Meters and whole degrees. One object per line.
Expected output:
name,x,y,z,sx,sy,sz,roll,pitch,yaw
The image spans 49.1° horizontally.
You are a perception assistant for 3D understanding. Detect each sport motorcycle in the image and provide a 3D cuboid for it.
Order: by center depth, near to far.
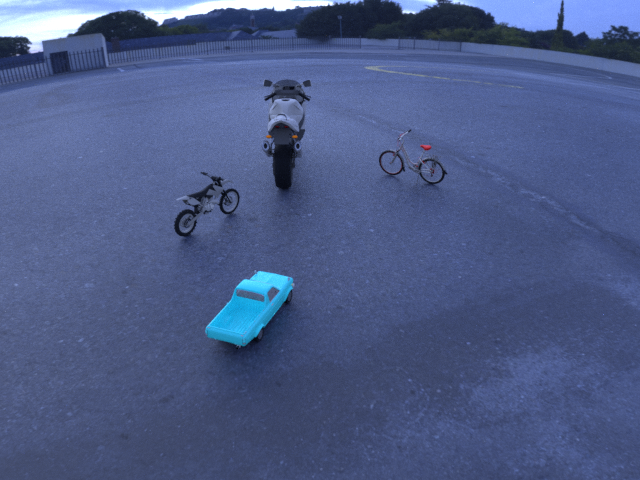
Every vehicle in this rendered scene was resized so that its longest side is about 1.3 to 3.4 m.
sport motorcycle,-0.669,-2.175,13.840,0.983,1.596,2.955,0,29,1

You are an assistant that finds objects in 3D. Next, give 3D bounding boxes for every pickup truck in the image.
pickup truck,-0.906,0.861,9.388,0.640,0.511,1.603,11,30,19

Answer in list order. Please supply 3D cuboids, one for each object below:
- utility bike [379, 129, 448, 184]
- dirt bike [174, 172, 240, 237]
utility bike,1.762,-1.564,13.397,1.435,0.946,0.535,15,32,26
dirt bike,-1.903,-0.649,11.805,0.527,0.857,1.493,20,35,33
